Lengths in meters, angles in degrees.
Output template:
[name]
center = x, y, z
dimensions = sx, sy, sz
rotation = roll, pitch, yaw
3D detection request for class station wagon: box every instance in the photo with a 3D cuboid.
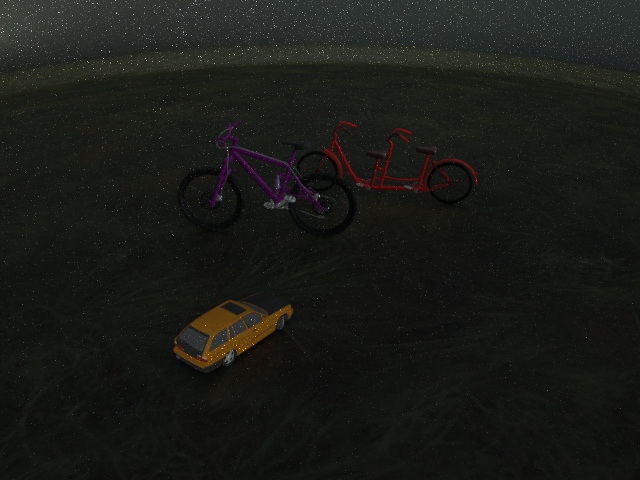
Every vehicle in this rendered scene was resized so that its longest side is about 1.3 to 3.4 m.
[station wagon]
center = -1.015, 1.013, 8.530
dimensions = 0.682, 0.473, 1.597
rotation = 20, 33, 34

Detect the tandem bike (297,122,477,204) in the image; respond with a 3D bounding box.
[tandem bike]
center = 1.134, -1.342, 12.187
dimensions = 3.192, 1.326, 0.550
rotation = 6, 28, 11

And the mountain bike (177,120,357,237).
[mountain bike]
center = -0.843, -0.861, 10.853
dimensions = 2.857, 1.688, 1.114
rotation = 3, 27, 6
